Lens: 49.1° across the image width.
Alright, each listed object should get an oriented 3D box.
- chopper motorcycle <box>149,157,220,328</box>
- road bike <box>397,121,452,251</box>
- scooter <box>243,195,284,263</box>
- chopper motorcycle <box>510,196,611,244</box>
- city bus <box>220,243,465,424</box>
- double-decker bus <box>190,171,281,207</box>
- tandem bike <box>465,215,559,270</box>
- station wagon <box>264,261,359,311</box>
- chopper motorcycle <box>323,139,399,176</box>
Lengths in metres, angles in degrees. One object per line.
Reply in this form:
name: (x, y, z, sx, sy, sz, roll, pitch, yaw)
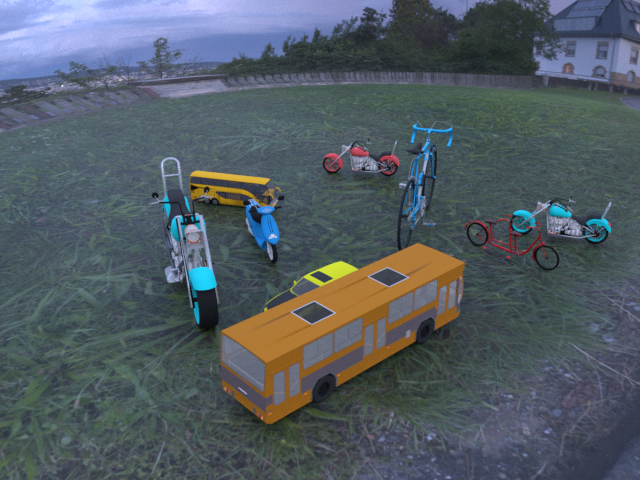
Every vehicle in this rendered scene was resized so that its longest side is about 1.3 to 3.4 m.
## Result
chopper motorcycle: (-1.876, -0.044, 9.875, 0.906, 1.480, 3.040, -8, 27, -17)
road bike: (1.657, -0.967, 11.605, 0.696, 1.656, 3.004, 8, 27, 17)
scooter: (-0.916, -0.293, 11.049, 0.662, 0.919, 1.399, -9, 27, -19)
chopper motorcycle: (3.911, -0.363, 11.377, 1.563, 0.761, 0.466, 10, 27, 20)
city bus: (0.388, 1.024, 8.319, 3.255, 0.894, 0.926, -21, 33, -37)
double-decker bus: (-1.562, -0.902, 12.761, 1.672, 0.541, 0.389, 8, 27, 15)
tandem bike: (2.946, -0.044, 10.802, 1.642, 0.682, 0.283, 23, 34, 39)
station wagon: (-0.009, 0.710, 9.465, 1.597, 0.473, 0.682, -22, 33, -38)
chopper motorcycle: (0.830, -1.677, 14.130, 1.563, 0.761, 0.466, 6, 26, 12)
